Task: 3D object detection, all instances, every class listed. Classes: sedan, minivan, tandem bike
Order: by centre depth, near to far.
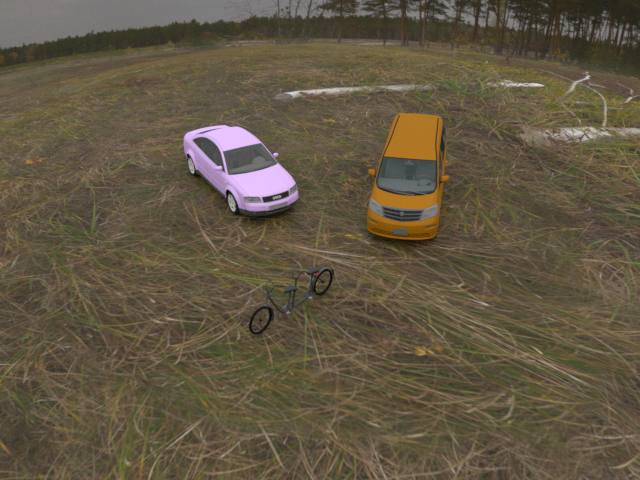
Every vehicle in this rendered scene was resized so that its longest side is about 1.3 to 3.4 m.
[{"bbox_3d":[-0.350,0.690,9.400,0.283,0.682,1.642,25,38,35],"label":"tandem bike"},{"bbox_3d":[1.553,-1.140,12.010,1.324,1.197,3.011,6,31,10],"label":"minivan"},{"bbox_3d":[-1.492,-1.407,12.717,1.235,0.940,3.137,-17,34,-26],"label":"sedan"}]
